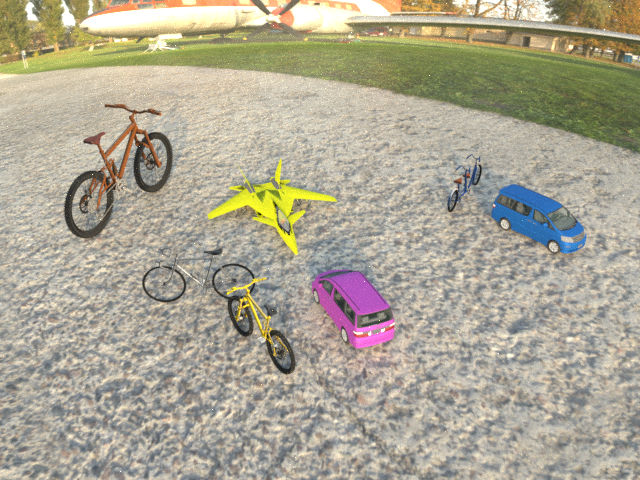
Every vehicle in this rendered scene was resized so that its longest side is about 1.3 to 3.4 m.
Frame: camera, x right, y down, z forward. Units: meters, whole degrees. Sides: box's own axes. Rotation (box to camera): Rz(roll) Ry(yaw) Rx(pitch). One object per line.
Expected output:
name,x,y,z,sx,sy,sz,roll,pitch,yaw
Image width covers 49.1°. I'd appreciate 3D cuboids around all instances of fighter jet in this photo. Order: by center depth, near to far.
fighter jet,-0.732,-0.565,11.661,2.229,0.557,2.640,-9,31,-14

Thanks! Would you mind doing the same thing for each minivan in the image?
minivan,0.406,0.789,9.295,0.681,0.616,1.548,-12,32,-20
minivan,3.525,-0.348,11.234,0.681,0.616,1.548,-22,37,-33

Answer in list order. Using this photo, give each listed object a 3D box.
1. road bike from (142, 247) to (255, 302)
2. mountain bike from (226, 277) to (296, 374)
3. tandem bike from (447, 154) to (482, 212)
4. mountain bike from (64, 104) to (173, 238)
road bike,-1.665,0.485,9.580,1.545,0.852,0.358,-2,30,-3
mountain bike,-0.748,1.029,8.635,0.573,0.868,1.469,-21,36,-32
tandem bike,2.575,-1.045,12.357,0.283,0.682,1.642,17,34,26
mountain bike,-3.314,-1.235,11.686,1.114,1.688,2.857,12,32,19
